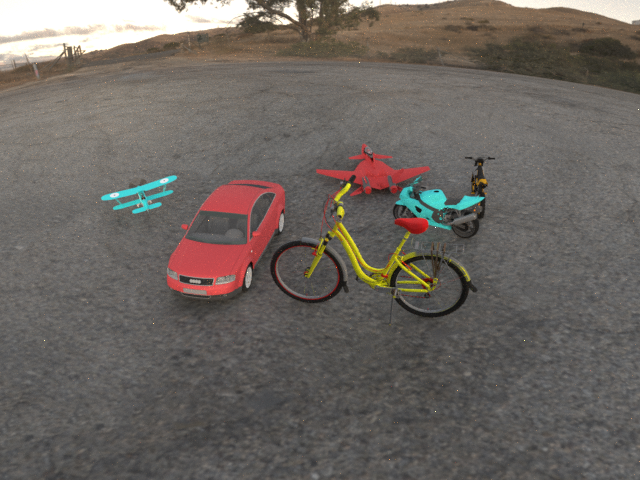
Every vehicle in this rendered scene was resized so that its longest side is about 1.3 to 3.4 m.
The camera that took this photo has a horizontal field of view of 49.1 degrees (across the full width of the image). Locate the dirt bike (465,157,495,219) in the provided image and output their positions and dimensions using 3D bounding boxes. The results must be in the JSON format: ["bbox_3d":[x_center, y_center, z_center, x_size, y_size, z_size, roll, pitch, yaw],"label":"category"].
[{"bbox_3d":[2.817,-1.013,12.433,0.527,0.857,1.493,2,28,5],"label":"dirt bike"}]

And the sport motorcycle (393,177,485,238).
[{"bbox_3d":[1.926,-0.515,11.540,1.520,0.821,0.506,13,31,24],"label":"sport motorcycle"}]

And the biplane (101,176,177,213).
[{"bbox_3d":[-3.119,-0.721,12.261,1.336,0.504,1.090,-10,30,-19],"label":"biplane"}]

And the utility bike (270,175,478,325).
[{"bbox_3d":[0.660,0.225,9.077,2.791,1.839,1.039,6,29,11],"label":"utility bike"}]

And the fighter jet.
[{"bbox_3d":[1.030,-1.598,13.845,2.229,0.557,2.640,-2,28,-4],"label":"fighter jet"}]

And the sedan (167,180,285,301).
[{"bbox_3d":[-1.380,-0.179,10.785,1.235,0.940,3.137,6,29,11],"label":"sedan"}]
